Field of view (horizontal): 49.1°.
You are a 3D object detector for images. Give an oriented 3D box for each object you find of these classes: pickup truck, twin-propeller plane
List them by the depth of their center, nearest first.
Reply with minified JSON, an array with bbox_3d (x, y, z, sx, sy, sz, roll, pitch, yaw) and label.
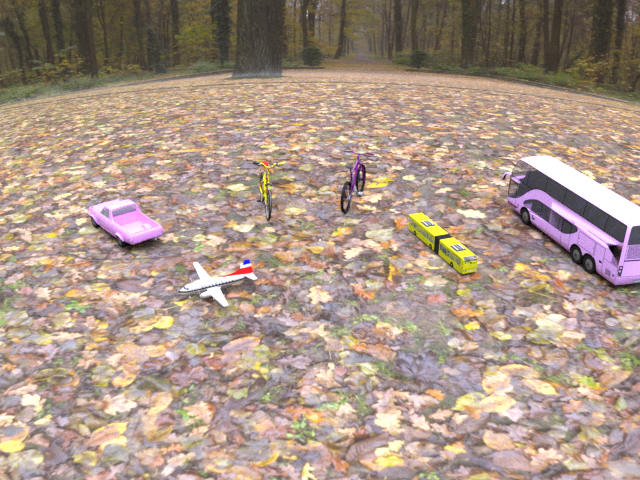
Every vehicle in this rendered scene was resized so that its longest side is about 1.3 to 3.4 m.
[{"bbox_3d":[-1.434,0.546,9.676,1.095,0.407,1.370,-12,28,-23],"label":"twin-propeller plane"},{"bbox_3d":[-3.180,-0.335,11.375,0.640,0.511,1.603,-20,33,-36],"label":"pickup truck"}]

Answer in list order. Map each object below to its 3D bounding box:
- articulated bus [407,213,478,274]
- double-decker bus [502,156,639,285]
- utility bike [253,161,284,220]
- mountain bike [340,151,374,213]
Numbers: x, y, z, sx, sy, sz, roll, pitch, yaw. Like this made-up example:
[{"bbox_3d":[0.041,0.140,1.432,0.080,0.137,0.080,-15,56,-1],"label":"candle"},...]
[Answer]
[{"bbox_3d":[1.874,0.026,10.884,0.311,0.289,1.749,-9,27,-19],"label":"articulated bus"},{"bbox_3d":[3.981,-0.429,10.948,0.756,1.052,3.251,-7,27,-14],"label":"double-decker bus"},{"bbox_3d":[-0.905,-0.979,12.204,0.535,0.946,1.435,-5,26,-10],"label":"utility bike"},{"bbox_3d":[0.609,-1.071,12.482,0.573,0.868,1.469,8,27,17],"label":"mountain bike"}]
